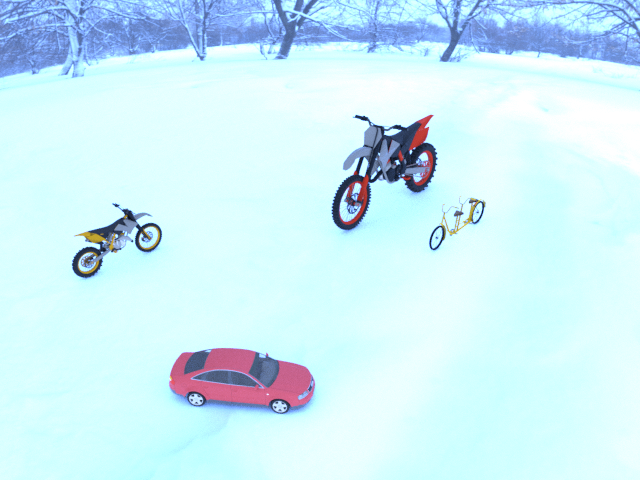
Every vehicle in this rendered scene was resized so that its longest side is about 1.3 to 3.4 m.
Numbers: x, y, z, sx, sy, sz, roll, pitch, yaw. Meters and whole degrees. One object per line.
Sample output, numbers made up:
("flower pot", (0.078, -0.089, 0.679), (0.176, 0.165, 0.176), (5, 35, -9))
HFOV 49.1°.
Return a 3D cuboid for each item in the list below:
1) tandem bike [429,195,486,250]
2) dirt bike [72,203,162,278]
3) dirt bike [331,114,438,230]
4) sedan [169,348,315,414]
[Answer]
("tandem bike", (2.197, -0.371, 11.022), (0.283, 0.682, 1.642), (23, 35, 36))
("dirt bike", (-2.956, -0.033, 10.200), (0.527, 0.857, 1.493), (24, 36, 38))
("dirt bike", (1.166, -1.271, 11.666), (1.024, 1.666, 2.903), (22, 35, 35))
("sedan", (-0.858, 1.496, 7.722), (1.613, 0.483, 0.635), (4, 28, 7))
